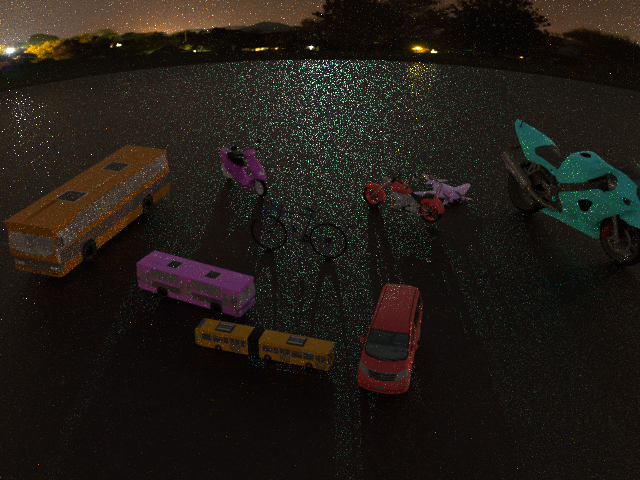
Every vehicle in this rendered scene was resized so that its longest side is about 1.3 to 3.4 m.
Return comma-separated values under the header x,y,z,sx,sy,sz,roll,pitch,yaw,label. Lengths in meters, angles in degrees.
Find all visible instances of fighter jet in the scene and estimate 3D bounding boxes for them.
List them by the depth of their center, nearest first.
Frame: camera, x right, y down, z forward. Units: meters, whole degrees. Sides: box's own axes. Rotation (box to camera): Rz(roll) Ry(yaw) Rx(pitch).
x,y,z,sx,sy,sz,roll,pitch,yaw,label
2.199,-1.047,12.846,1.147,0.286,1.358,-10,30,-18,fighter jet

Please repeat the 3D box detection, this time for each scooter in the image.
x,y,z,sx,sy,sz,roll,pitch,yaw,label
-1.419,-1.389,12.816,0.662,0.919,1.399,-23,36,-36,scooter

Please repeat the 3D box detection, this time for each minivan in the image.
x,y,z,sx,sy,sz,roll,pitch,yaw,label
0.864,1.153,8.376,0.681,0.616,1.548,7,29,12,minivan

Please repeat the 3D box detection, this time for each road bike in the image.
x,y,z,sx,sy,sz,roll,pitch,yaw,label
-0.333,-0.164,10.593,1.545,0.852,0.358,8,29,15,road bike

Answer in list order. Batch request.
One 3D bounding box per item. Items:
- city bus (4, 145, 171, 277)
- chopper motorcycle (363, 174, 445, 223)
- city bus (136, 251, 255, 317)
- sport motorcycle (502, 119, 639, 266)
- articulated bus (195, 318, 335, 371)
x,y,z,sx,sy,sz,roll,pitch,yaw,label
-3.563,-0.537,11.245,0.926,0.894,3.255,9,29,16,city bus
1.406,-0.780,11.842,1.563,0.761,0.466,21,34,33,chopper motorcycle
-1.704,0.604,9.570,1.674,0.460,0.476,13,31,23,city bus
4.018,-0.801,10.995,0.983,1.596,2.955,-14,31,-24,sport motorcycle
-0.674,1.263,8.516,1.749,0.289,0.311,8,29,15,articulated bus
